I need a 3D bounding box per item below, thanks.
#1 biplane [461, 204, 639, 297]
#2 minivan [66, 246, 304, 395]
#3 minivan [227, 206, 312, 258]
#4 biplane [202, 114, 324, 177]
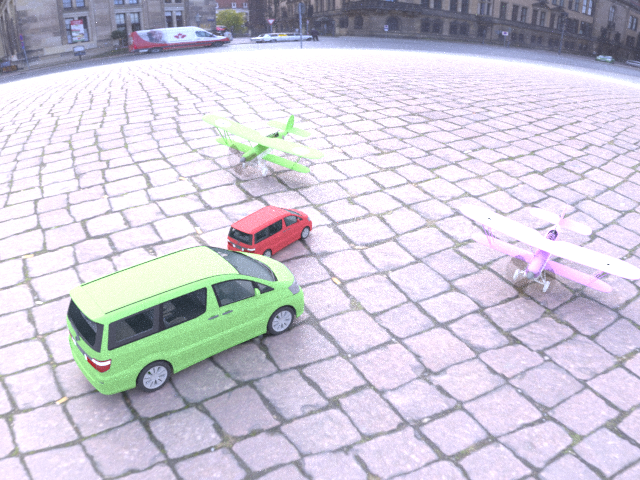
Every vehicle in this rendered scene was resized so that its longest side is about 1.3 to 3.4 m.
[{"bbox_3d":[3.392,0.104,10.332,2.598,0.981,2.120,16,33,25],"label":"biplane"},{"bbox_3d":[-1.612,0.808,8.889,3.011,1.197,1.324,-21,36,-32],"label":"minivan"},{"bbox_3d":[-0.773,-0.181,11.195,0.681,0.616,1.548,22,36,33],"label":"minivan"},{"bbox_3d":[-0.978,-1.892,13.809,2.598,0.981,2.120,14,33,22],"label":"biplane"}]
